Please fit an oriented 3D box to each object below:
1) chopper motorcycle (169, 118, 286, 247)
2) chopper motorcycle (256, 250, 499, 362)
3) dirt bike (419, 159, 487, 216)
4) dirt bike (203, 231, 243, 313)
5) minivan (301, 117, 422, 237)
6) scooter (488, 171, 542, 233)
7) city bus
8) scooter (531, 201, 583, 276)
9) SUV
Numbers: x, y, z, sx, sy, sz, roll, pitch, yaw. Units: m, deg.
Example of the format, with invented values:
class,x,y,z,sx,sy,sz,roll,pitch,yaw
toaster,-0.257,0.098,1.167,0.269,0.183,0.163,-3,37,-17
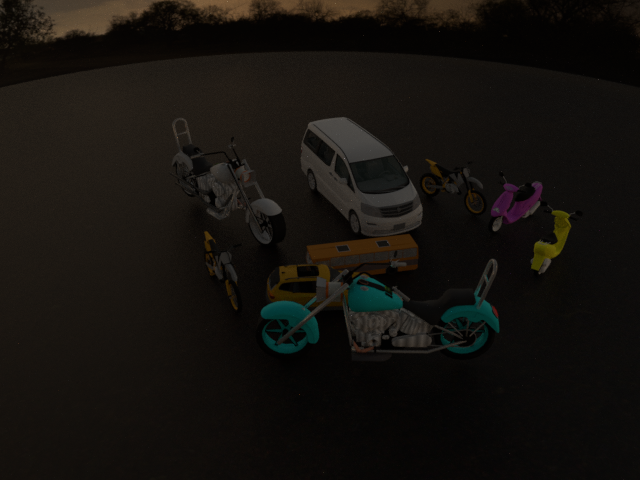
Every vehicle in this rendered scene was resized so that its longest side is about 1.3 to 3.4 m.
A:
class,x,y,z,sx,sy,sz,roll,pitch,yaw
chopper motorcycle,-1.634,-1.018,11.959,0.906,1.480,3.040,-24,37,-35
chopper motorcycle,0.712,0.862,8.693,3.040,1.480,0.906,1,30,2
dirt bike,2.394,-1.008,12.567,0.527,0.857,1.493,-25,38,-36
dirt bike,-1.419,0.400,10.119,0.527,0.857,1.493,-14,33,-23
minivan,0.691,-1.173,12.512,1.324,1.197,3.011,-13,32,-21
scooter,3.370,-0.696,11.962,1.399,0.919,0.662,-22,37,-34
city bus,0.643,0.290,10.708,1.674,0.460,0.476,-7,31,-11
scooter,3.612,-0.054,10.846,0.662,0.919,1.399,19,35,30
SUV,0.014,0.668,9.931,1.572,0.580,0.656,-2,30,-4
